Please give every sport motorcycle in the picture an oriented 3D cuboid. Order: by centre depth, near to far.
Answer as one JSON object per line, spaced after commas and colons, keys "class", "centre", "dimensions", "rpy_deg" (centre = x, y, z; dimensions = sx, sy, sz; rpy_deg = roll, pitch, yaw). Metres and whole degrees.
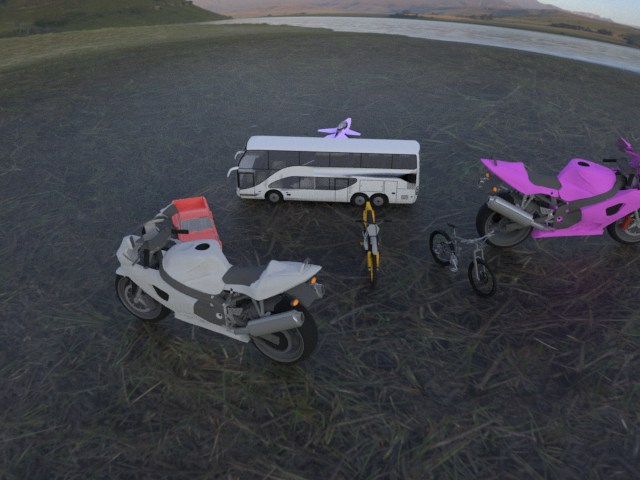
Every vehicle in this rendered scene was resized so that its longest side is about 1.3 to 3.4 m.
{"class": "sport motorcycle", "centre": [-1.339, 0.598, 8.607], "dimensions": [2.955, 1.596, 0.983], "rpy_deg": [13, 34, 20]}
{"class": "sport motorcycle", "centre": [3.802, -0.606, 10.565], "dimensions": [2.955, 1.596, 0.983], "rpy_deg": [-1, 32, -2]}

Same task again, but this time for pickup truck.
{"class": "pickup truck", "centre": [-1.965, -0.243, 11.010], "dimensions": [0.640, 0.511, 1.603], "rpy_deg": [-9, 33, -14]}

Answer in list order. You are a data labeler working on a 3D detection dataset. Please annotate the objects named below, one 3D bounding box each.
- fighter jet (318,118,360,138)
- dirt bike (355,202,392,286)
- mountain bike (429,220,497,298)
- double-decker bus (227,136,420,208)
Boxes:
{"class": "fighter jet", "centre": [0.335, -2.121, 14.020], "dimensions": [2.229, 0.557, 2.640], "rpy_deg": [7, 32, 12]}
{"class": "dirt bike", "centre": [0.757, -0.011, 10.302], "dimensions": [0.527, 0.857, 1.493], "rpy_deg": [-1, 32, -1]}
{"class": "mountain bike", "centre": [2.024, 0.195, 9.957], "dimensions": [0.573, 0.868, 1.469], "rpy_deg": [-16, 35, -24]}
{"class": "double-decker bus", "centre": [0.078, -1.196, 12.043], "dimensions": [3.251, 1.052, 0.756], "rpy_deg": [2, 32, 4]}
